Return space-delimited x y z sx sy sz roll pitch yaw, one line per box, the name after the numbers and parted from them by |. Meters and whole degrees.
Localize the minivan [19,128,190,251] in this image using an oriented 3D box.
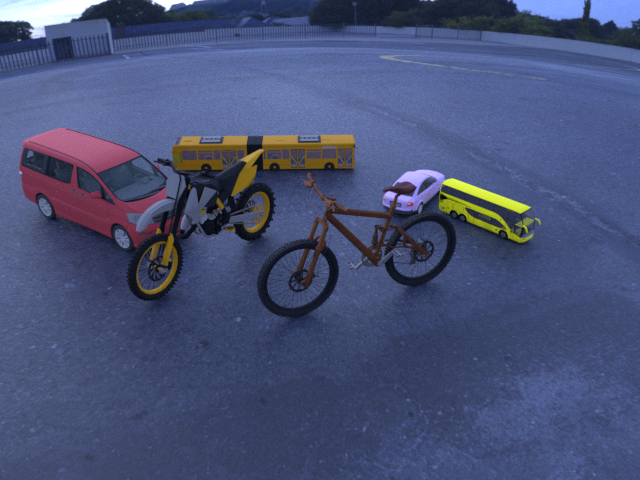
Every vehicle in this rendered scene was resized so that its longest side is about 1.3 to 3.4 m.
-3.401 -0.853 11.015 3.011 1.197 1.324 19 34 30 | minivan

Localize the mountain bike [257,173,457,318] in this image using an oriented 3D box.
0.539 0.042 8.908 2.857 1.688 1.114 -12 32 -21 | mountain bike

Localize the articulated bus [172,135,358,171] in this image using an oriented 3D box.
-1.007 -1.628 13.052 3.401 0.561 0.605 -1 29 -1 | articulated bus

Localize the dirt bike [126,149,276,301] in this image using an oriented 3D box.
-1.555 -0.358 9.647 1.024 1.666 2.903 19 34 30 | dirt bike

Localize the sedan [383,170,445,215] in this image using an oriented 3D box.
1.616 -0.895 11.820 0.635 0.483 1.613 17 33 27 | sedan

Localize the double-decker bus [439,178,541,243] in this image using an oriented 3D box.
2.618 -0.461 10.984 0.389 0.541 1.672 -25 38 -37 | double-decker bus
